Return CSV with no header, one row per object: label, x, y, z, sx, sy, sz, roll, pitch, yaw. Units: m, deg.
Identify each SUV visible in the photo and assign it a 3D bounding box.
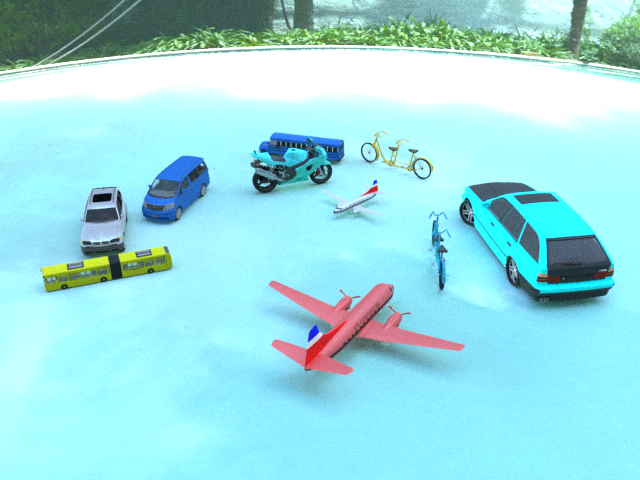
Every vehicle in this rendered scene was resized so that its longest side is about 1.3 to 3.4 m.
SUV,-3.337,-0.327,10.814,0.656,0.580,1.572,-6,29,-10

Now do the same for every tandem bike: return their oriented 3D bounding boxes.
tandem bike,1.694,0.076,9.975,0.283,0.682,1.642,2,29,3
tandem bike,1.417,-1.608,13.038,1.642,0.682,0.283,22,36,35

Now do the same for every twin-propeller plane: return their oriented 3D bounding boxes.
twin-propeller plane,0.608,-0.680,11.636,1.095,0.407,1.370,-25,38,-38
twin-propeller plane,0.389,0.914,8.337,2.663,0.792,2.129,16,33,27

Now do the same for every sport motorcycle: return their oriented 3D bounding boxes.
sport motorcycle,-0.493,-1.296,12.327,1.520,0.821,0.506,-10,30,-18

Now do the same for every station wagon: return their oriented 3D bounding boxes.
station wagon,3.084,-0.237,10.297,1.327,0.920,3.105,-4,29,-8

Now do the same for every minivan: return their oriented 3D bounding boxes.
minivan,-2.422,-0.877,11.778,0.681,0.616,1.548,8,30,15

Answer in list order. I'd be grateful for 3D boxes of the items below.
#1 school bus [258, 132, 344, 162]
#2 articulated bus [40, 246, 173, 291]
school bus,-0.385,-1.813,13.668,1.708,0.434,0.365,9,30,16
articulated bus,-2.971,0.394,9.805,1.749,0.289,0.311,-10,30,-18
